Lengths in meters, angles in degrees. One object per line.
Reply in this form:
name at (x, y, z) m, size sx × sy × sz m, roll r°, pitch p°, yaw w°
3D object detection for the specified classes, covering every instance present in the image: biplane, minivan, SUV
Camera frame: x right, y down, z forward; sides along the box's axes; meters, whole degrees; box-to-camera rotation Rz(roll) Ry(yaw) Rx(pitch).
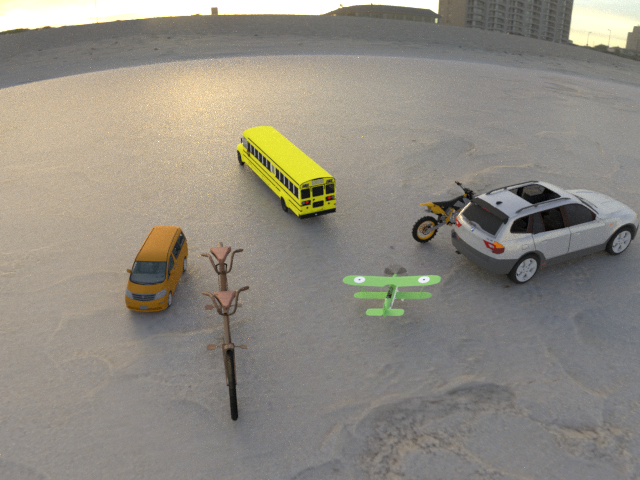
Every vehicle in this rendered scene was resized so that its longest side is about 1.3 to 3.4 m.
biplane at (0.931, 0.743, 9.483) m, size 1.336 × 0.504 × 1.090 m, roll 7°, pitch 30°, yaw 12°
minivan at (-2.325, 0.393, 10.001) m, size 0.681 × 0.616 × 1.548 m, roll 1°, pitch 29°, yaw 3°
SUV at (3.496, -0.296, 10.717) m, size 3.058 × 1.128 × 1.276 m, roll -13°, pitch 32°, yaw -23°

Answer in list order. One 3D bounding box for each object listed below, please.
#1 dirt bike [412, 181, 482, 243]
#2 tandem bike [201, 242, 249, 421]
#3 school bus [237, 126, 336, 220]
dirt bike at (2.150, -0.439, 11.255) m, size 1.493 × 0.857 × 0.527 m, roll -12°, pitch 31°, yaw -20°
tandem bike at (-1.160, 0.773, 8.580) m, size 0.550 × 1.326 × 3.192 m, roll -5°, pitch 29°, yaw -8°
school bus at (-0.733, -1.353, 12.922) m, size 0.709 × 0.844 × 3.322 m, roll -13°, pitch 31°, yaw -22°
